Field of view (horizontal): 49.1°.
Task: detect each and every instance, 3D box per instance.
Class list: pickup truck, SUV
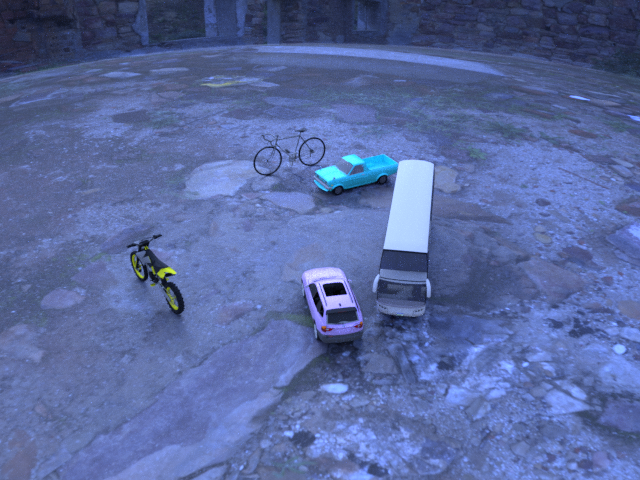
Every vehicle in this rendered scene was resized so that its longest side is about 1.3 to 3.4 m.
[{"bbox_3d":[0.690,-1.301,13.086,1.603,0.511,0.640,-15,34,-24],"label":"pickup truck"},{"bbox_3d":[0.157,0.789,9.496,0.656,0.580,1.572,-6,31,-9],"label":"SUV"}]

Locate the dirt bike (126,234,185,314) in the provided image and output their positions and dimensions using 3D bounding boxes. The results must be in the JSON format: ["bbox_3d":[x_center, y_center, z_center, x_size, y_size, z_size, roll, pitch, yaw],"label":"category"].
[{"bbox_3d":[-2.335,0.427,9.836,0.527,0.857,1.493,-23,38,-33],"label":"dirt bike"}]

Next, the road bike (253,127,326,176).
[{"bbox_3d":[-0.575,-1.728,13.471,1.545,0.852,0.358,-15,34,-24],"label":"road bike"}]

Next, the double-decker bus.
[{"bbox_3d":[1.337,-0.095,10.524,0.756,1.052,3.251,5,31,8],"label":"double-decker bus"}]
